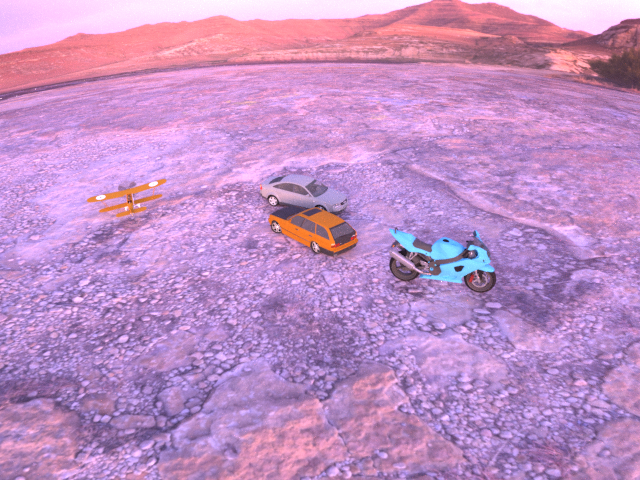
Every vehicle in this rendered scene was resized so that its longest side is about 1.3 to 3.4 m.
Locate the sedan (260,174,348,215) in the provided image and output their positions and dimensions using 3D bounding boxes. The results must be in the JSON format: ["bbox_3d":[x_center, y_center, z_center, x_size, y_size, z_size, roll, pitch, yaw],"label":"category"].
[{"bbox_3d":[-0.279,-0.828,12.126,1.613,0.483,0.635,13,30,24],"label":"sedan"}]

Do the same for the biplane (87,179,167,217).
[{"bbox_3d":[-3.206,-0.635,11.734,1.336,0.504,1.090,-8,29,-15],"label":"biplane"}]

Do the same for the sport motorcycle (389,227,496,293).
[{"bbox_3d":[1.678,0.274,9.651,1.520,0.821,0.506,9,29,16],"label":"sport motorcycle"}]

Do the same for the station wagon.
[{"bbox_3d":[-0.142,-0.241,11.013,0.682,0.473,1.597,-24,36,-38],"label":"station wagon"}]
